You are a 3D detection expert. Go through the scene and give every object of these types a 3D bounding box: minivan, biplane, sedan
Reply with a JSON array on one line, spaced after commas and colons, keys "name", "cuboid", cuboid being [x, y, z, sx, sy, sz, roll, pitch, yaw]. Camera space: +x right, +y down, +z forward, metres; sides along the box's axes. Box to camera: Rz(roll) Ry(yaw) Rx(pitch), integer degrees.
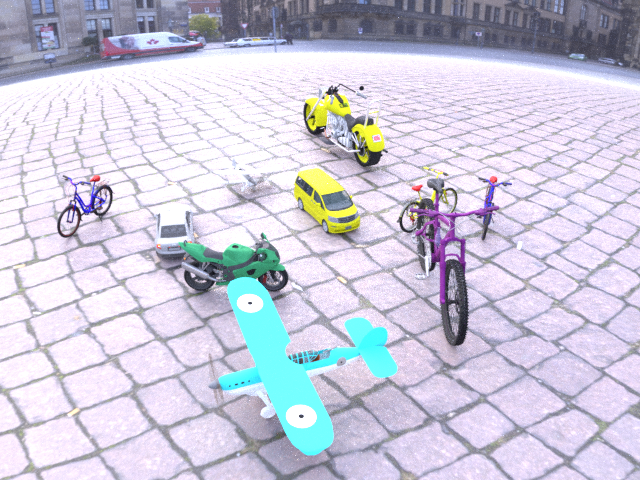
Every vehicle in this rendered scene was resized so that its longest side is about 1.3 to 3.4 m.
[{"name": "minivan", "cuboid": [0.110, -0.676, 11.926, 0.681, 0.616, 1.548, -14, 32, -23]}, {"name": "biplane", "cuboid": [-0.192, 1.419, 7.792, 2.120, 0.981, 2.598, -11, 31, -19]}, {"name": "biplane", "cuboid": [-1.393, -1.214, 13.007, 1.336, 0.504, 1.090, -16, 33, -26]}, {"name": "sedan", "cuboid": [-2.345, -0.235, 11.271, 0.635, 0.483, 1.613, -5, 30, -9]}]

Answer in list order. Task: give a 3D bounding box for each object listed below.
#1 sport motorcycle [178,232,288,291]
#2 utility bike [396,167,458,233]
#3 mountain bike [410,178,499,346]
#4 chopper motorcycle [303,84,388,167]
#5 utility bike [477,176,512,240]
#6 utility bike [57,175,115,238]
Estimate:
[{"name": "sport motorcycle", "cuboid": [-1.207, 0.358, 9.859, 1.520, 0.821, 0.506, 1, 29, 2]}, {"name": "utility bike", "cuboid": [1.771, -0.695, 11.620, 1.435, 0.946, 0.535, -21, 36, -33]}, {"name": "mountain bike", "cuboid": [1.627, 0.092, 9.447, 1.114, 1.688, 2.857, -2, 29, -3]}, {"name": "chopper motorcycle", "cuboid": [0.422, -2.550, 14.401, 0.906, 1.480, 3.040, -14, 32, -23]}, {"name": "utility bike", "cuboid": [2.833, -0.640, 11.522, 0.535, 0.946, 1.435, 7, 30, 12]}, {"name": "utility bike", "cuboid": [-3.831, -0.661, 11.561, 0.535, 0.946, 1.435, 12, 31, 20]}]
